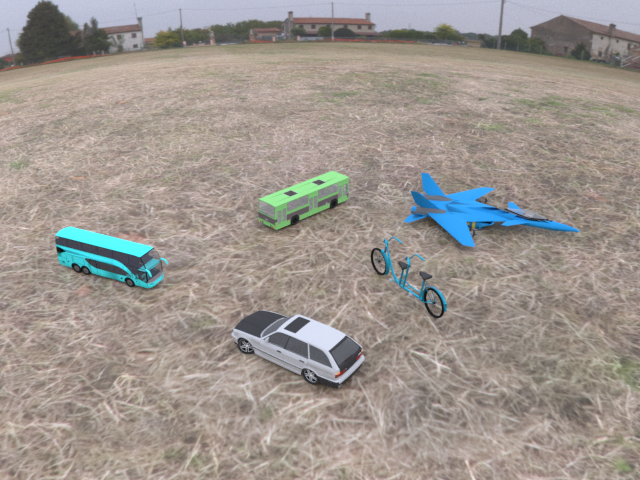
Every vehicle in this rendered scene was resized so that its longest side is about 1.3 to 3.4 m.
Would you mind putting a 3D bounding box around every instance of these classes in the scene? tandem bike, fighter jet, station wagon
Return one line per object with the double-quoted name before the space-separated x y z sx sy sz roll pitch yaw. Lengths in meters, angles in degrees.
"tandem bike" 1.136 0.431 9.191 0.283 0.682 1.642 -16 32 -27
"fighter jet" 2.751 -0.495 11.051 2.640 0.557 2.229 10 30 18
"station wagon" -0.287 1.153 8.064 1.597 0.473 0.682 18 33 30

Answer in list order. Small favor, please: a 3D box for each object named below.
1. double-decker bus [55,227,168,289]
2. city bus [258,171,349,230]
"double-decker bus" -2.905 0.247 9.684 1.672 0.541 0.389 12 31 22
"city bus" -0.239 -0.645 11.434 1.674 0.460 0.476 -25 37 -38
